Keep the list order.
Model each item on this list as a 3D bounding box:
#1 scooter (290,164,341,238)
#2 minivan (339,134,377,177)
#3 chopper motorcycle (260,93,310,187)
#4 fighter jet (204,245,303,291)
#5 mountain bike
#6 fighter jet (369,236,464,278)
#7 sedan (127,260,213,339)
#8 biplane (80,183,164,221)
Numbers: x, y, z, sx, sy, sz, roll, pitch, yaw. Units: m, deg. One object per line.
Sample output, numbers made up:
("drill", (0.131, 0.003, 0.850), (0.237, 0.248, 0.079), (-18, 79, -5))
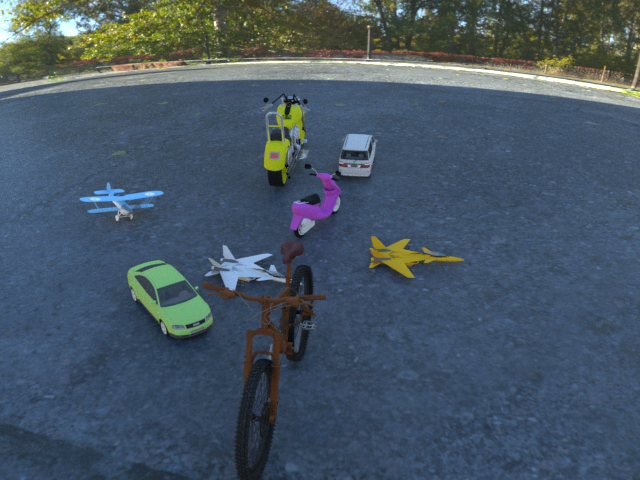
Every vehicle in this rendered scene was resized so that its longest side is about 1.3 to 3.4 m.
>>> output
("scooter", (-0.039, -0.645, 10.867), (0.662, 0.919, 1.399), (16, 31, 28))
("minivan", (0.717, -1.667, 13.176), (0.681, 0.616, 1.548), (4, 28, 7))
("chopper motorcycle", (-0.593, -2.063, 13.002), (0.906, 1.480, 3.040), (3, 27, 6))
("fighter jet", (-0.845, 0.400, 9.531), (1.358, 0.286, 1.147), (11, 29, 20))
("mountain bike", (-0.400, 0.950, 6.939), (1.114, 1.688, 2.857), (5, 28, 9))
("fighter jet", (1.378, 0.188, 9.943), (1.358, 0.286, 1.147), (2, 27, 3))
("sedan", (-1.901, 0.676, 8.783), (0.635, 0.483, 1.613), (-18, 32, -31))
("biplane", (-3.221, -0.631, 11.291), (1.336, 0.504, 1.090), (-18, 32, -31))
